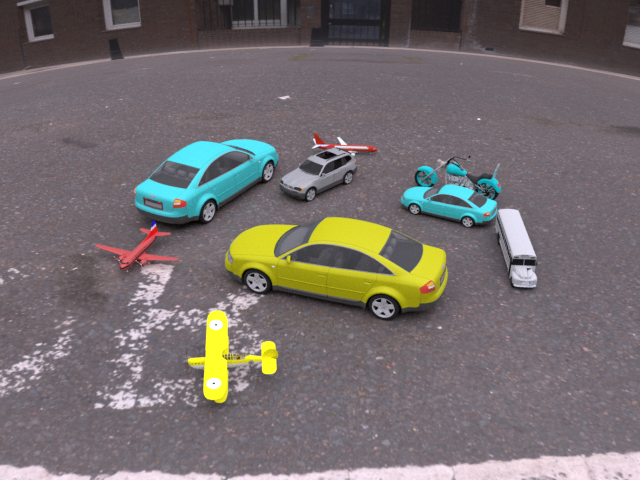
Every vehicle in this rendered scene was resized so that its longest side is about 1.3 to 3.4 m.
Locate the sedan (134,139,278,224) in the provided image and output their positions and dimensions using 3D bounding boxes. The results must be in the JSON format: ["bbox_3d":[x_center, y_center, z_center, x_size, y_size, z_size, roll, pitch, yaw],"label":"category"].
[{"bbox_3d":[-1.877,-1.213,12.165,1.235,0.940,3.137,16,33,25],"label":"sedan"}]

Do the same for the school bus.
[{"bbox_3d":[2.902,0.112,10.365,0.365,0.434,1.708,2,30,3],"label":"school bus"}]

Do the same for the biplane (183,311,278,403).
[{"bbox_3d":[-1.026,1.399,8.053,1.090,0.504,1.336,-3,30,-4],"label":"biplane"}]

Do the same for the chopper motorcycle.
[{"bbox_3d":[2.397,-1.124,12.191,1.563,0.761,0.466,17,34,27],"label":"chopper motorcycle"}]

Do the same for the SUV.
[{"bbox_3d":[-0.016,-1.211,12.522,0.656,0.580,1.572,26,39,37],"label":"SUV"}]

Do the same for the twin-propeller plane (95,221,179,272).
[{"bbox_3d":[-2.681,0.107,10.401,1.370,0.407,1.095,9,31,15],"label":"twin-propeller plane"}]

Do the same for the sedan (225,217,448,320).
[{"bbox_3d":[0.183,0.232,9.649,3.137,0.940,1.235,10,31,17],"label":"sedan"}]

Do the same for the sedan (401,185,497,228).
[{"bbox_3d":[2.131,-0.645,11.635,1.613,0.483,0.635,15,33,25],"label":"sedan"}]

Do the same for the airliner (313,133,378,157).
[{"bbox_3d":[0.500,-1.910,13.892,1.307,0.429,1.161,1,30,2],"label":"airliner"}]
